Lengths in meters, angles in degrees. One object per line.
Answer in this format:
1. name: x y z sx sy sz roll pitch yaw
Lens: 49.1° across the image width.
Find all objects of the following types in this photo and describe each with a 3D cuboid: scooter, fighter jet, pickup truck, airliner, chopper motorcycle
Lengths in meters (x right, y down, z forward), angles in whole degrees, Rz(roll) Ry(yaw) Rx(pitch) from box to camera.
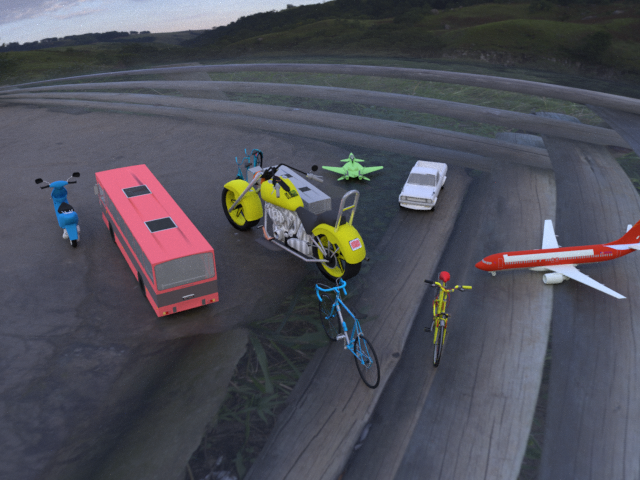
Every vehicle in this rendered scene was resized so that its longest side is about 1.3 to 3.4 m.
1. scooter: -3.938 -0.512 10.775 0.662 0.919 1.399 -13 31 -23
2. fighter jet: 0.617 -1.487 13.275 1.147 0.286 1.358 0 28 0
3. pickup truck: 1.810 -1.011 12.143 0.640 0.511 1.603 8 29 15
4. airliner: 3.414 0.071 9.770 2.541 0.835 2.257 -4 28 -7
5. chopper motorcycle: -0.485 -0.454 10.069 0.906 1.480 3.040 -22 35 -35

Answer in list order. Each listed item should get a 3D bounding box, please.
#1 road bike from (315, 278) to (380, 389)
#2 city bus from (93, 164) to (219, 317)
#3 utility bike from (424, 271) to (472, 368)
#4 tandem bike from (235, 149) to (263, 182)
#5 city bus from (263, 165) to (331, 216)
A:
1. road bike: 0.313 1.018 7.975 0.358 0.852 1.545 -12 30 -21
2. city bus: -2.400 -0.072 9.975 0.926 0.894 3.255 -14 31 -24
3. utility bike: 1.472 0.805 8.275 0.535 0.946 1.435 4 28 7
4. tandem bike: -1.276 -1.298 12.501 0.283 0.682 1.642 6 29 12
5. city bus: -0.409 -0.752 11.711 0.476 0.460 1.674 -15 32 -26
